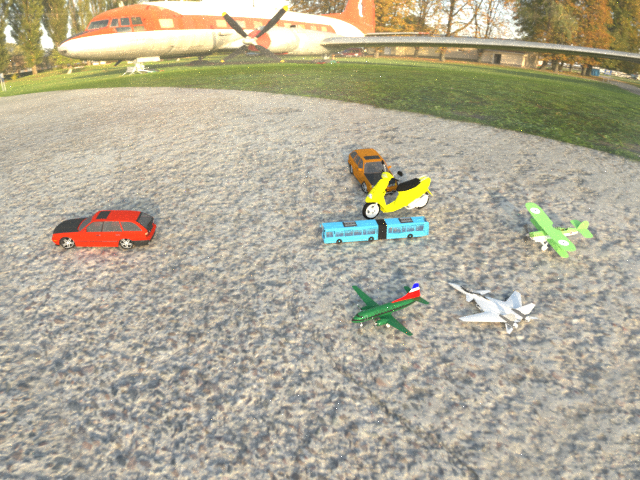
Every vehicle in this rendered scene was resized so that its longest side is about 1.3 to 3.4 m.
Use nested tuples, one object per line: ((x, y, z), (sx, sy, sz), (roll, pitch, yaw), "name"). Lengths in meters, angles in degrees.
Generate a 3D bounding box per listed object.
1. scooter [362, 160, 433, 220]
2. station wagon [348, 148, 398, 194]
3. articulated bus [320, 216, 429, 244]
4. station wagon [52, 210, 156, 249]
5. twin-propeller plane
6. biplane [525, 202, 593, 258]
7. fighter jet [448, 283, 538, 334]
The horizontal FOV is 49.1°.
((1.348, -0.874, 12.035), (1.399, 0.919, 0.662), (-13, 30, -23), "scooter")
((1.001, -1.354, 13.448), (0.682, 0.473, 1.597), (-6, 28, -11), "station wagon")
((0.888, -0.166, 11.353), (1.749, 0.289, 0.311), (-4, 28, -8), "articulated bus")
((-3.468, -0.194, 11.206), (1.597, 0.473, 0.682), (0, 27, 0), "station wagon")
((0.883, 0.861, 9.239), (1.095, 0.407, 1.370), (-15, 31, -26), "twin-propeller plane")
((3.735, -0.110, 11.010), (1.090, 0.504, 1.336), (-7, 28, -13), "biplane")
((2.244, 0.785, 9.517), (1.147, 0.286, 1.358), (-19, 33, -32), "fighter jet")
